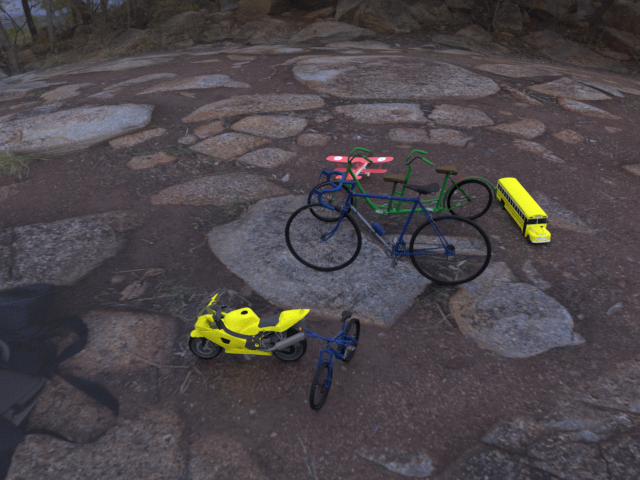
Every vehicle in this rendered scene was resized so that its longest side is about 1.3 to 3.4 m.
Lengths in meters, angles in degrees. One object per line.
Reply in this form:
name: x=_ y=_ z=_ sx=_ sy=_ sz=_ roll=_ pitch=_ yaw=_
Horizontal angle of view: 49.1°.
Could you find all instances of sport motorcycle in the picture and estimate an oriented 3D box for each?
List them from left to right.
sport motorcycle: x=-0.885 y=1.144 z=8.644 sx=1.520 sy=0.821 sz=0.506 roll=1 pitch=30 yaw=1

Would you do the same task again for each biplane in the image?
biplane: x=0.681 y=-1.344 z=13.219 sx=1.336 sy=0.504 sz=1.090 roll=12 pitch=33 yaw=20

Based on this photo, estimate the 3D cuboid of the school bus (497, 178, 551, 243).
school bus: x=3.440 y=-0.505 z=11.852 sx=0.365 sy=0.434 sz=1.708 roll=-4 pitch=30 yaw=-6

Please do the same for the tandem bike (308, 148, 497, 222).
tandem bike: x=1.386 y=-0.888 z=11.624 sx=3.192 sy=1.326 sz=0.550 roll=-1 pitch=30 yaw=-2

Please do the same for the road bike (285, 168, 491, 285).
road bike: x=0.949 y=-0.150 z=10.033 sx=3.004 sy=1.656 sz=0.696 roll=6 pitch=31 yaw=10

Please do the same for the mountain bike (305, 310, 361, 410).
mountain bike: x=0.194 y=1.325 z=8.288 sx=0.573 sy=0.868 sz=1.469 roll=12 pitch=33 yaw=20
